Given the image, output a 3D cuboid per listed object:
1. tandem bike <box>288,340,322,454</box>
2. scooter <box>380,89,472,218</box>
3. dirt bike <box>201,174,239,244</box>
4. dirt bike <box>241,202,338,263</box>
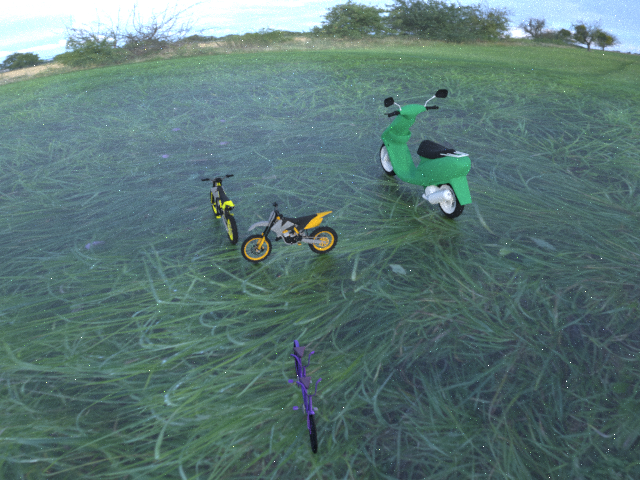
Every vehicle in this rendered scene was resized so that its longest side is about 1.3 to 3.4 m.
[{"bbox_3d":[-0.167,1.560,7.623,0.283,0.682,1.642,-4,29,-8],"label":"tandem bike"},{"bbox_3d":[1.781,-1.587,12.141,1.288,1.786,2.721,-13,32,-22],"label":"scooter"},{"bbox_3d":[-1.576,-0.566,11.262,0.527,0.857,1.493,-11,31,-19],"label":"dirt bike"},{"bbox_3d":[-0.448,-0.098,10.421,1.493,0.857,0.527,-8,30,-13],"label":"dirt bike"}]
